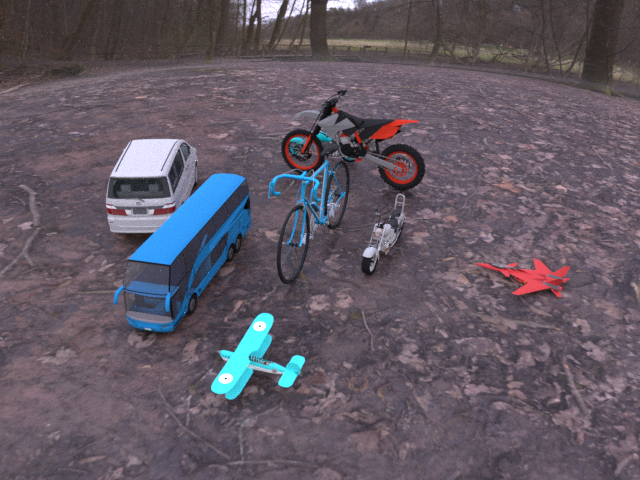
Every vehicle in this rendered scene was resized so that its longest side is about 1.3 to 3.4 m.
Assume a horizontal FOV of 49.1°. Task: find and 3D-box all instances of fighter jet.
[{"bbox_3d":[2.938,0.443,10.298,1.358,0.286,1.147,15,32,26],"label":"fighter jet"}]

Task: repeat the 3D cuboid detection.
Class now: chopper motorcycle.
[{"bbox_3d":[0.087,-2.006,14.380,1.563,0.761,0.466,9,29,17],"label":"chopper motorcycle"},{"bbox_3d":[0.994,-0.102,10.816,0.466,0.761,1.563,13,31,22],"label":"chopper motorcycle"}]

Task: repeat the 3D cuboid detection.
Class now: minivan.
[{"bbox_3d":[-2.881,-1.138,12.292,1.324,1.197,3.011,-1,28,-2],"label":"minivan"}]

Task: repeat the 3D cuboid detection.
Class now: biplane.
[{"bbox_3d":[-0.736,1.452,8.179,1.090,0.504,1.336,11,30,19],"label":"biplane"}]

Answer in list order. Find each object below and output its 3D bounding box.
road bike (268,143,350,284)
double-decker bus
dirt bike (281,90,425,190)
[{"bbox_3d":[-0.043,-0.557,10.718,0.696,1.656,3.004,10,30,18],"label":"road bike"},{"bbox_3d":[-1.831,0.110,10.110,0.756,1.052,3.251,7,29,13],"label":"double-decker bus"},{"bbox_3d":[0.580,-1.862,13.150,2.903,1.666,1.024,11,30,19],"label":"dirt bike"}]
